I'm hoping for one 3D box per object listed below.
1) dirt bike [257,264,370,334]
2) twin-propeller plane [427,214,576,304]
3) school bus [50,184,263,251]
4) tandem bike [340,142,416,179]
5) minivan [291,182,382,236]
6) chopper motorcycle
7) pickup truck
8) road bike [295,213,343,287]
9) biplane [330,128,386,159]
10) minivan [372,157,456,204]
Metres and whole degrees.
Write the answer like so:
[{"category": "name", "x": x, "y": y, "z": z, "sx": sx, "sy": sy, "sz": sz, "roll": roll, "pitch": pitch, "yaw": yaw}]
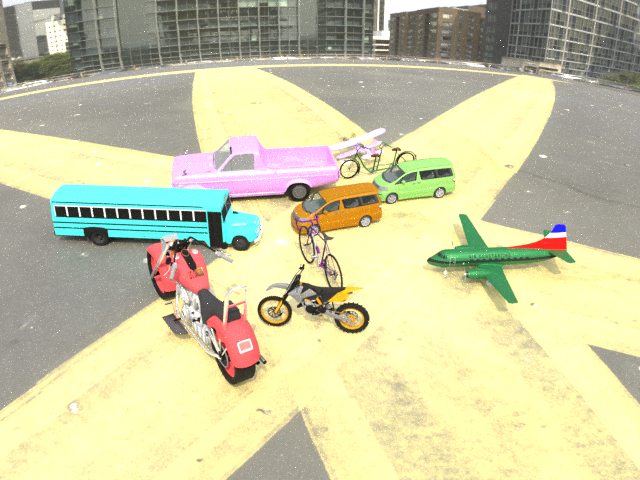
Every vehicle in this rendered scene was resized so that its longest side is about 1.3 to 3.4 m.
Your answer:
[{"category": "dirt bike", "x": -0.094, "y": 0.816, "z": 9.119, "sx": 1.493, "sy": 0.857, "sz": 0.527, "roll": 4, "pitch": 29, "yaw": 7}, {"category": "twin-propeller plane", "x": 2.646, "y": 0.148, "z": 10.411, "sx": 2.129, "sy": 0.792, "sz": 2.663, "roll": -2, "pitch": 29, "yaw": -4}, {"category": "school bus", "x": -2.604, "y": -0.392, "z": 11.345, "sx": 3.322, "sy": 0.844, "sz": 0.709, "roll": 2, "pitch": 29, "yaw": 4}, {"category": "tandem bike", "x": 1.156, "y": -1.596, "z": 13.722, "sx": 1.642, "sy": 0.682, "sz": 0.283, "roll": -9, "pitch": 30, "yaw": -17}, {"category": "minivan", "x": 0.268, "y": -0.540, "z": 11.855, "sx": 1.548, "sy": 0.616, "sz": 0.681, "roll": -10, "pitch": 30, "yaw": -18}, {"category": "chopper motorcycle", "x": -1.594, "y": 0.594, "z": 8.876, "sx": 0.906, "sy": 1.480, "sz": 3.040, "roll": -17, "pitch": 33, "yaw": -28}, {"category": "pickup truck", "x": -1.215, "y": -1.352, "z": 12.951, "sx": 3.117, "sy": 0.993, "sz": 1.244, "roll": -4, "pitch": 29, "yaw": -7}, {"category": "road bike", "x": -0.007, "y": 0.168, "z": 10.311, "sx": 0.358, "sy": 0.852, "sz": 1.545, "roll": -12, "pitch": 31, "yaw": -21}, {"category": "biplane", "x": 0.847, "y": -1.895, "z": 14.456, "sx": 1.336, "sy": 0.504, "sz": 1.090, "roll": -14, "pitch": 32, "yaw": -24}, {"category": "minivan", "x": 1.710, "y": -1.115, "z": 12.909, "sx": 1.548, "sy": 0.616, "sz": 0.681, "roll": -7, "pitch": 29, "yaw": -13}]
